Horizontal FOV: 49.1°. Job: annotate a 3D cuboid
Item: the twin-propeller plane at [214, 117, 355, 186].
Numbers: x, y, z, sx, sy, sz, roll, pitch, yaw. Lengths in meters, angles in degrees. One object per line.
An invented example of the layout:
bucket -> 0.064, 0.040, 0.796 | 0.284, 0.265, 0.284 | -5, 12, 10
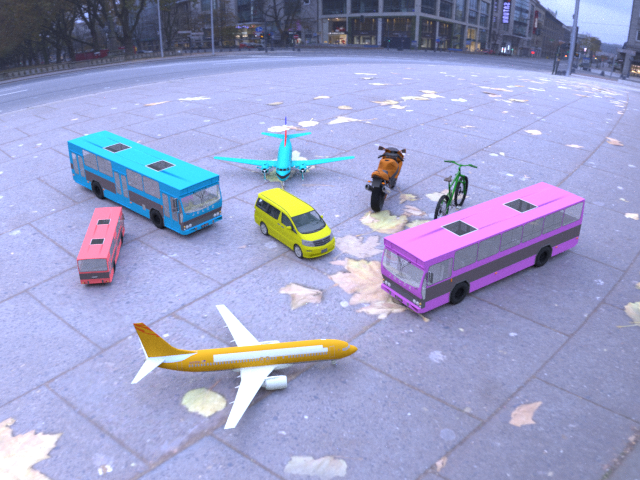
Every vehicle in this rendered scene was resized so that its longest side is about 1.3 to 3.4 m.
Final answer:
twin-propeller plane -> -0.675, -1.700, 13.355 | 2.663, 0.792, 2.129 | 0, 28, 0

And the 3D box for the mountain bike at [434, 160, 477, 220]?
mountain bike -> 2.189, -0.774, 11.540 | 0.573, 0.868, 1.469 | 15, 32, 26

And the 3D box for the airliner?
airliner -> -0.810, 1.173, 7.928 | 2.541, 0.835, 2.257 | -5, 28, -8

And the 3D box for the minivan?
minivan -> -0.404, -0.273, 10.869 | 0.681, 0.616, 1.548 | -20, 34, -32

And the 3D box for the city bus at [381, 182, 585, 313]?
city bus -> 2.364, 0.070, 9.932 | 3.255, 0.894, 0.926 | -18, 33, -31

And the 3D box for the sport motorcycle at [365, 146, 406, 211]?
sport motorcycle -> 1.146, -1.093, 12.188 | 0.506, 0.821, 1.520 | 9, 29, 17

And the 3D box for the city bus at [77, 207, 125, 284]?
city bus -> -3.219, 0.074, 10.385 | 0.476, 0.460, 1.674 | -3, 28, -6

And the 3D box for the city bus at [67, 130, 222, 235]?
city bus -> -3.041, -1.003, 11.942 | 3.255, 0.894, 0.926 | 23, 36, 36
